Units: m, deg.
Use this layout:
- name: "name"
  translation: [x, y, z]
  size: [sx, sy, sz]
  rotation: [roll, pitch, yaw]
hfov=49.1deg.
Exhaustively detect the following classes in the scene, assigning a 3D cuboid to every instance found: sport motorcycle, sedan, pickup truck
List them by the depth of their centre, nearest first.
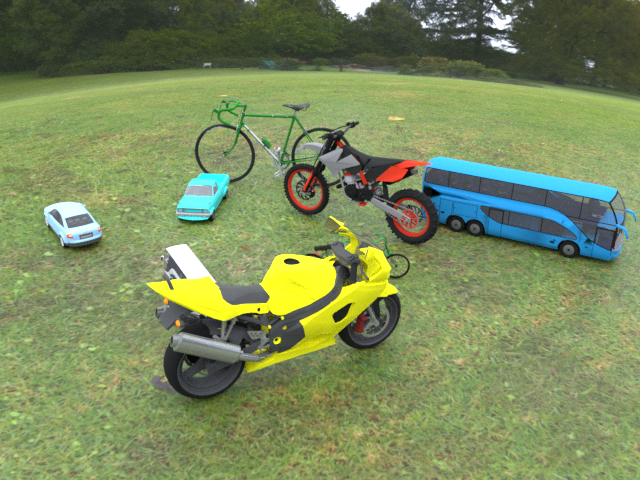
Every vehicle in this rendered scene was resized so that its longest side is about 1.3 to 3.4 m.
- name: "sport motorcycle"
  translation: [-0.360, 0.775, 7.728]
  size: [2.955, 1.596, 0.983]
  rotation: [-12, 28, -24]
- name: "sedan"
  translation: [-4.019, -0.338, 11.308]
  size: [0.635, 0.483, 1.613]
  rotation: [-16, 30, -30]
- name: "pickup truck"
  translation: [-2.031, -0.821, 12.277]
  size: [0.640, 0.511, 1.603]
  rotation: [3, 26, 5]

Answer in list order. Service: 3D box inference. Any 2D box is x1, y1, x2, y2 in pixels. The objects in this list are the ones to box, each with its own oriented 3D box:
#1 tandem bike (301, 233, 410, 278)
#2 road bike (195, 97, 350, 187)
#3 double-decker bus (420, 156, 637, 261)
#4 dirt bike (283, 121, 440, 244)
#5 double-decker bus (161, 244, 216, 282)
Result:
- name: "tandem bike"
  translation: [0.457, 0.245, 9.876]
  size: [1.642, 0.682, 0.283]
  rotation: [0, 26, 0]
- name: "road bike"
  translation: [-0.876, -1.797, 12.981]
  size: [3.004, 1.656, 0.697]
  rotation: [3, 26, 6]
- name: "double-decker bus"
  translation: [3.185, -0.512, 11.015]
  size: [3.251, 1.052, 0.756]
  rotation: [15, 29, 28]
- name: "dirt bike"
  translation: [0.587, -0.941, 11.197]
  size: [2.903, 1.666, 1.024]
  rotation: [16, 30, 30]
- name: "double-decker bus"
  translation: [-1.712, 0.563, 9.379]
  size: [0.389, 0.541, 1.672]
  rotation: [-13, 29, -25]
